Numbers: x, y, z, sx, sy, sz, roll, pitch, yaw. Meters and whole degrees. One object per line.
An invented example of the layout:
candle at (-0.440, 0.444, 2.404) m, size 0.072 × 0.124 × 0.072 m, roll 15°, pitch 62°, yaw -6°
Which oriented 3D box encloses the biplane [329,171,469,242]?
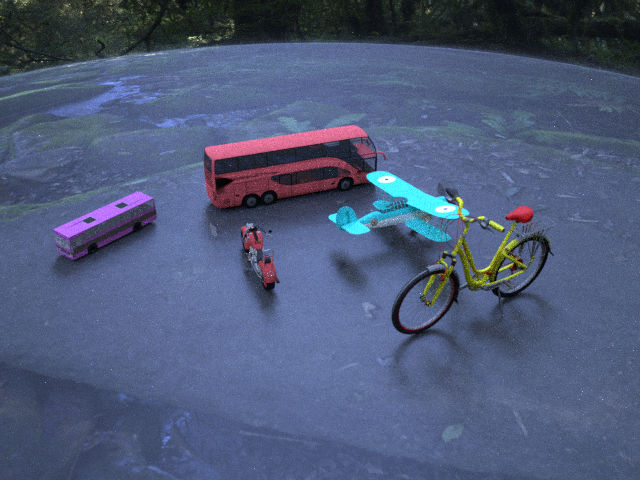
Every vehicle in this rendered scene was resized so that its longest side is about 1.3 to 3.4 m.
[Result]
biplane at (1.189, -0.437, 11.094) m, size 2.120 × 0.981 × 2.598 m, roll -13°, pitch 33°, yaw -21°

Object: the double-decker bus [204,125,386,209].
double-decker bus at (-0.436, -1.333, 12.536) m, size 3.251 × 1.052 × 0.756 m, roll -12°, pitch 33°, yaw -19°

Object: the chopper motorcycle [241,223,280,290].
chopper motorcycle at (-0.934, 0.117, 10.376) m, size 0.466 × 0.761 × 1.563 m, roll -10°, pitch 32°, yaw -17°

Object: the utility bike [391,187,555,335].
utility bike at (2.156, 0.265, 9.069) m, size 2.791 × 1.839 × 1.039 m, roll -17°, pitch 35°, yaw -26°

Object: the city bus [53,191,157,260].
city bus at (-3.420, -0.235, 11.264) m, size 0.476 × 0.460 × 1.674 m, roll 22°, pitch 37°, yaw 32°
